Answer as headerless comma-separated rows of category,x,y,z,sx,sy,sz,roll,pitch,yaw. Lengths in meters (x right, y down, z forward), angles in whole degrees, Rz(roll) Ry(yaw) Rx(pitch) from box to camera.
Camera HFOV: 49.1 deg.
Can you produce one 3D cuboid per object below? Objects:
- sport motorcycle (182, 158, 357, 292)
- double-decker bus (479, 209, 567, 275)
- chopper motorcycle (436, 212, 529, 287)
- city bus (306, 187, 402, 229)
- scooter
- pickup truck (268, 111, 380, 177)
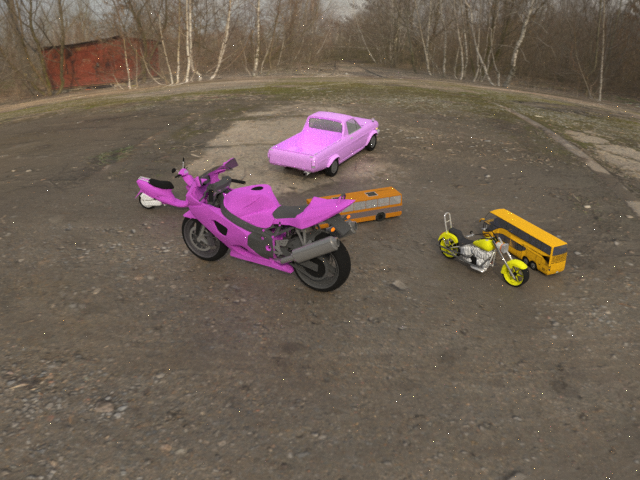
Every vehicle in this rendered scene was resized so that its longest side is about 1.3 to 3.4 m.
sport motorcycle,-0.843,-0.196,10.262,2.955,1.596,0.983,13,29,24
double-decker bus,3.194,-0.010,11.083,0.389,0.541,1.672,-12,29,-23
chopper motorcycle,2.446,0.137,10.532,0.466,0.761,1.563,-23,34,-39
city bus,0.601,-0.549,12.278,1.674,0.460,0.476,-10,28,-19
scooter,-2.667,-0.959,12.593,1.399,0.919,0.662,3,26,7
pickup truck,0.154,-2.164,14.973,1.244,0.993,3.117,14,29,26
